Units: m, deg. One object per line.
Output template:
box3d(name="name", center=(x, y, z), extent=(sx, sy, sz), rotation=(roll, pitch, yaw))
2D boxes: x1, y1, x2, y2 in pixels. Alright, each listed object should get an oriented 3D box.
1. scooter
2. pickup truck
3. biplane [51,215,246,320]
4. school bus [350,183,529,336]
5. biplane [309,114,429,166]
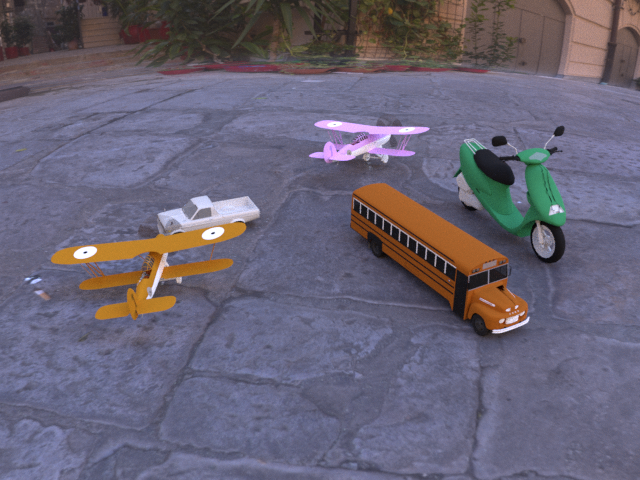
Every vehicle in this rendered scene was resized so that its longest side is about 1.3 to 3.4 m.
box3d(name="scooter", center=(2.917, -0.923, 10.799), extent=(1.288, 1.786, 2.721), rotation=(-11, 30, -21))
box3d(name="pickup truck", center=(-1.786, -0.408, 11.189), extent=(1.603, 0.511, 0.640), rotation=(-12, 30, -21))
box3d(name="biplane", center=(-2.258, 0.432, 9.099), extent=(2.598, 0.981, 2.120), rotation=(-1, 28, -1))
box3d(name="school bus", center=(1.569, 0.175, 9.731), extent=(0.709, 0.844, 3.322), rotation=(-15, 31, -26))
box3d(name="biplane", center=(0.730, -1.814, 13.343), extent=(2.598, 0.981, 2.120), rotation=(22, 35, 35))
